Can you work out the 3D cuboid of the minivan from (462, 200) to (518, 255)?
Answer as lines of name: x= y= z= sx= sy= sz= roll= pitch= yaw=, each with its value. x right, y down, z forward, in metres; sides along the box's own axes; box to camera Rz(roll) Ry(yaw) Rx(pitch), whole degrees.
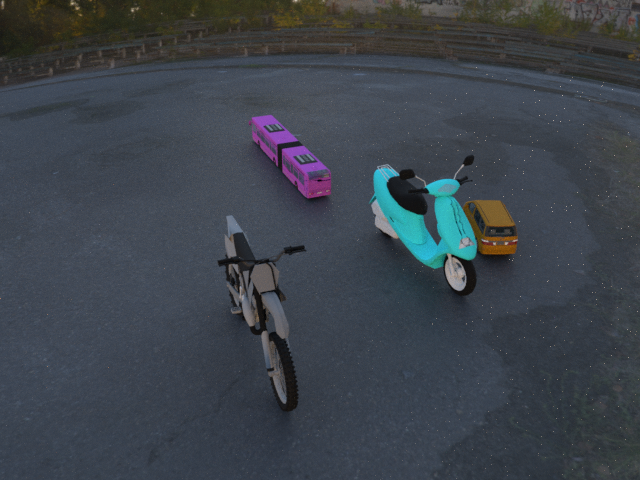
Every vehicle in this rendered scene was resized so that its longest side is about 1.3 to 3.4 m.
minivan: x=2.776 y=-0.317 z=11.521 sx=0.681 sy=0.616 sz=1.548 roll=-1 pitch=29 yaw=-2

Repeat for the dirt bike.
dirt bike: x=-0.770 y=0.716 z=8.606 sx=1.024 sy=1.666 sz=2.903 roll=-10 pitch=31 yaw=-17

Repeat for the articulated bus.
articulated bus: x=-0.650 y=-1.750 z=14.129 sx=0.605 sy=0.561 sz=3.401 roll=-11 pitch=31 yaw=-19

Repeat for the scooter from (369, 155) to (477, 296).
scooter: x=1.534 y=-0.459 z=10.577 sx=1.288 sy=1.786 sz=2.721 roll=-14 pitch=32 yaw=-24
